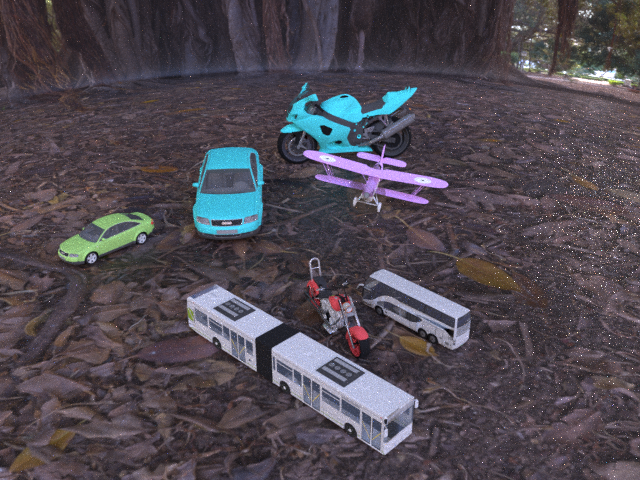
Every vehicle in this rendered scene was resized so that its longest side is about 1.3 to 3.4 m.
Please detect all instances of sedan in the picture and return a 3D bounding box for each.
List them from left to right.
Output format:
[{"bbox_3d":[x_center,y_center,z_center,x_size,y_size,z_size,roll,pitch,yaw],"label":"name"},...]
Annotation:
[{"bbox_3d":[-3.435,-0.085,11.269,0.635,0.483,1.613,22,34,36],"label":"sedan"},{"bbox_3d":[-1.617,-0.997,12.556,1.235,0.940,3.137,-2,27,-4],"label":"sedan"}]

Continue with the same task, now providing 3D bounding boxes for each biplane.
[{"bbox_3d":[1.047,-1.157,12.825,2.598,0.981,2.120,6,28,11],"label":"biplane"}]

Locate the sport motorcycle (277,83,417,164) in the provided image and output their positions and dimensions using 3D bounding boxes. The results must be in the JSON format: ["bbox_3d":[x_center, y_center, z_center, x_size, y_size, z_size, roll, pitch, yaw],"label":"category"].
[{"bbox_3d":[0.561,-2.416,14.620,2.955,1.596,0.983,-5,27,-9],"label":"sport motorcycle"}]

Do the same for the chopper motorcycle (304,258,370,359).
[{"bbox_3d":[0.219,0.868,9.090,0.466,0.761,1.563,-12,29,-23],"label":"chopper motorcycle"}]

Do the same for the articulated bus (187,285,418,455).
[{"bbox_3d":[-0.360,1.408,8.250,3.401,0.561,0.605,24,35,38],"label":"articulated bus"}]

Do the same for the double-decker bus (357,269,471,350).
[{"bbox_3d":[1.228,0.883,9.303,0.389,0.541,1.672,-23,35,-38],"label":"double-decker bus"}]
